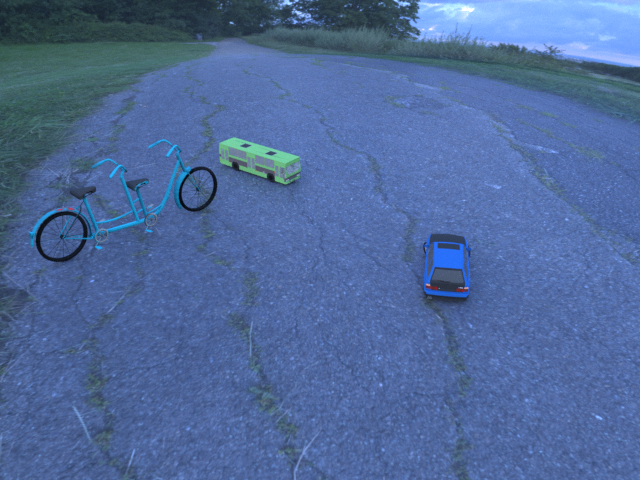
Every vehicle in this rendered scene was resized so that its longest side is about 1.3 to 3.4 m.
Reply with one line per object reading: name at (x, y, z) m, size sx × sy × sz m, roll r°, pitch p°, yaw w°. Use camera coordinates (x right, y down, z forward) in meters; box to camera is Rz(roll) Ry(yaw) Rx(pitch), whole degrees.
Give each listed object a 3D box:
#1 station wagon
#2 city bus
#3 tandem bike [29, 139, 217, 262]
station wagon at (1.769, 0.272, 9.729) m, size 0.682 × 0.473 × 1.597 m, roll 4°, pitch 29°, yaw 8°
city bus at (-1.127, -1.456, 12.945) m, size 1.674 × 0.460 × 0.476 m, roll 20°, pitch 34°, yaw 33°
tandem bike at (-2.867, -0.666, 10.571) m, size 3.192 × 1.326 × 0.550 m, roll -25°, pitch 37°, yaw -38°
